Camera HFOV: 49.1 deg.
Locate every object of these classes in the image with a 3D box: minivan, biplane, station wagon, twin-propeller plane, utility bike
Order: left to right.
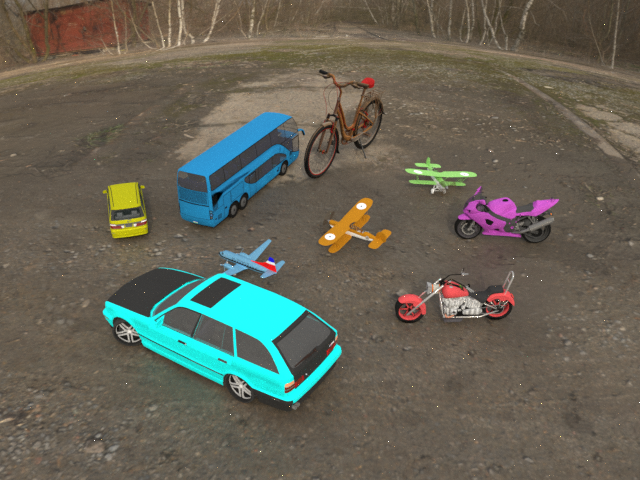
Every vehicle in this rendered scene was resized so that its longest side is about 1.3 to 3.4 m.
[{"bbox_3d":[-3.193,-0.597,11.519,0.681,0.616,1.548,-9,32,-14],"label":"minivan"},{"bbox_3d":[-1.295,0.982,8.605,3.105,0.920,1.327,18,36,28],"label":"station wagon"},{"bbox_3d":[-1.070,0.293,10.245,1.095,0.407,1.370,19,36,29],"label":"twin-propeller plane"},{"bbox_3d":[0.612,-2.298,13.156,1.039,1.839,2.791,19,36,29],"label":"utility bike"},{"bbox_3d":[0.544,-0.123,10.840,1.090,0.504,1.336,20,36,30],"label":"biplane"},{"bbox_3d":[2.102,-1.146,12.537,1.336,0.504,1.090,-7,32,-11],"label":"biplane"}]

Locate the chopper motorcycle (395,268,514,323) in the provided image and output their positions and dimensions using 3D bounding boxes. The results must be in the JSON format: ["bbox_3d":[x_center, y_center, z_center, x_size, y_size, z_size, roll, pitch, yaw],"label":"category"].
[{"bbox_3d":[1.773,0.741,9.158,1.563,0.761,0.466,-1,31,-1],"label":"chopper motorcycle"}]

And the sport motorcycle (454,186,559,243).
[{"bbox_3d":[2.880,-0.347,10.905,1.520,0.821,0.506,3,31,5],"label":"sport motorcycle"}]

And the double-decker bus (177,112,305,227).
[{"bbox_3d":[-1.320,-1.346,12.339,0.756,1.052,3.251,14,34,22],"label":"double-decker bus"}]
